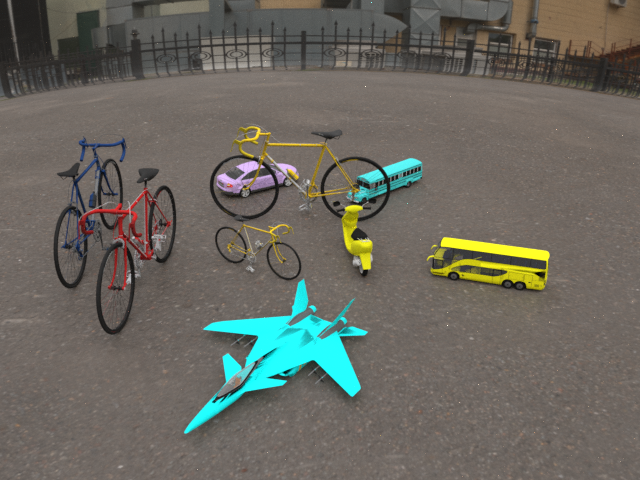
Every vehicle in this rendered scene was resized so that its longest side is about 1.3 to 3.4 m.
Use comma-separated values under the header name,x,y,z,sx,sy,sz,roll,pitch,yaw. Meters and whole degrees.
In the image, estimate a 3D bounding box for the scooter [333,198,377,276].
name,x,y,z,sx,sy,sz,roll,pitch,yaw
scooter,0.545,-0.113,10.454,0.662,0.919,1.399,-5,28,-9

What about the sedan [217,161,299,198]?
name,x,y,z,sx,sy,sz,roll,pitch,yaw
sedan,-1.143,-1.206,13.055,1.613,0.483,0.635,-17,32,-30

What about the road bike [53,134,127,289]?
name,x,y,z,sx,sy,sz,roll,pitch,yaw
road bike,-3.440,-0.544,10.486,0.696,1.656,3.004,1,27,2

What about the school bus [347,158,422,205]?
name,x,y,z,sx,sy,sz,roll,pitch,yaw
school bus,1.194,-1.085,12.871,1.708,0.434,0.365,-22,35,-36

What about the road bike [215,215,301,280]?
name,x,y,z,sx,sy,sz,roll,pitch,yaw
road bike,-0.923,0.075,10.161,1.545,0.852,0.358,16,31,28

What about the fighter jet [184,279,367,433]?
name,x,y,z,sx,sy,sz,roll,pitch,yaw
fighter jet,-0.623,1.332,8.041,2.229,0.557,2.640,18,32,31

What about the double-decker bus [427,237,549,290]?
name,x,y,z,sx,sy,sz,roll,pitch,yaw
double-decker bus,2.387,0.332,10.001,1.672,0.541,0.389,8,28,15

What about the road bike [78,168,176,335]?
name,x,y,z,sx,sy,sz,roll,pitch,yaw
road bike,-2.446,-0.035,9.496,0.696,1.656,3.004,3,27,6

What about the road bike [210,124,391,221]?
name,x,y,z,sx,sy,sz,roll,pitch,yaw
road bike,-0.336,-1.072,11.512,3.004,1.656,0.697,1,27,2
